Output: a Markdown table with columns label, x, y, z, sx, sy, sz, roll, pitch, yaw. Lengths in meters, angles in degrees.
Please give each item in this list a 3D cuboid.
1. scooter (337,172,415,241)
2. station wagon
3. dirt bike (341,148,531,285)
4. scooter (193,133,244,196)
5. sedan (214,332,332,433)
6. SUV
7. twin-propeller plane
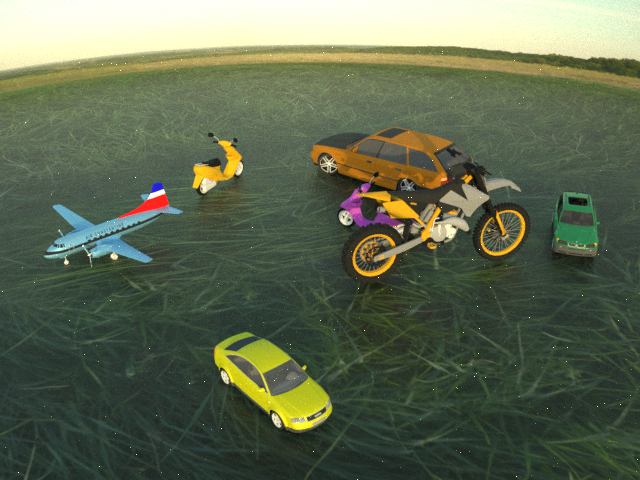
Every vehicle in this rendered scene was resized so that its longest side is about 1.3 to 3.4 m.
| label | x | y | z | sx | sy | sz | roll | pitch | yaw |
| --- | --- | --- | --- | --- | --- | --- | --- | --- | --- |
| scooter | 0.887 | -0.504 | 10.862 | 1.399 | 0.919 | 0.662 | 15 | 31 | 26 |
| station wagon | 1.258 | -1.564 | 12.920 | 3.105 | 0.920 | 1.327 | 21 | 34 | 34 |
| dirt bike | 1.669 | -0.299 | 9.648 | 2.903 | 1.666 | 1.024 | -9 | 28 | -16 |
| scooter | -1.821 | -1.397 | 12.598 | 0.662 | 0.919 | 1.399 | 15 | 31 | 27 |
| sedan | -0.529 | 1.458 | 7.526 | 0.635 | 0.483 | 1.613 | -21 | 34 | -35 |
| SUV | 3.931 | -0.273 | 10.783 | 0.656 | 0.580 | 1.572 | 8 | 28 | 15 |
| twin-propeller plane | -3.156 | -0.246 | 10.500 | 2.663 | 0.792 | 2.129 | 24 | 36 | 38 |
